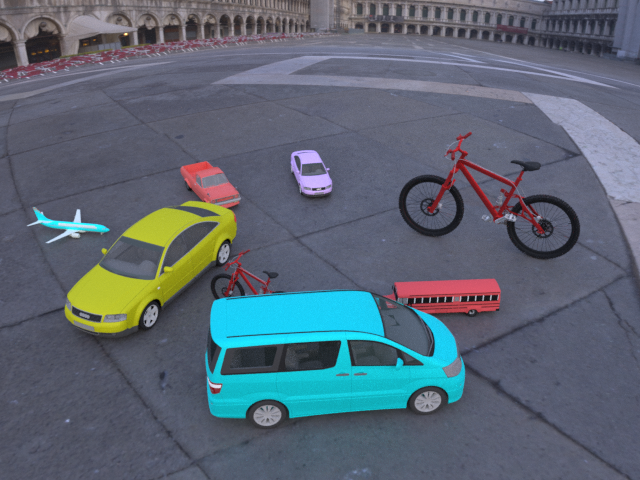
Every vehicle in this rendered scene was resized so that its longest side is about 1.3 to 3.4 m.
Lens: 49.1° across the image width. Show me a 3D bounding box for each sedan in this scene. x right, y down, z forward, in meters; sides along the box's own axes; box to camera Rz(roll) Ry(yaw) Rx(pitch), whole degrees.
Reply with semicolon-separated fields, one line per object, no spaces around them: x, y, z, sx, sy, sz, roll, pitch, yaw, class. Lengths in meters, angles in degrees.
-2.370;0.245;10.156;1.235;0.940;3.137;14;33;22;sedan
-0.174;-1.323;13.307;0.635;0.483;1.613;-6;31;-10;sedan

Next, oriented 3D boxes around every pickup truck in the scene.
-2.027;-1.055;12.819;0.640;0.511;1.603;-16;34;-25;pickup truck

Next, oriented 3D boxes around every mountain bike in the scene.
-0.876;0.688;9.464;1.469;0.868;0.573;15;33;24;mountain bike
2.616;-0.636;10.926;2.857;1.688;1.114;12;32;20;mountain bike

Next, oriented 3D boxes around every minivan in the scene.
0.189;1.280;8.119;3.011;1.197;1.324;-3;30;-6;minivan

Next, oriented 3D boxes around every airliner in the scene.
-4.138;-0.313;11.624;1.307;0.429;1.161;4;30;7;airliner

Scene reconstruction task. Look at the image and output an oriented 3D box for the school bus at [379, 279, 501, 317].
1.610;0.809;9.689;1.708;0.434;0.365;-2;30;-3;school bus
